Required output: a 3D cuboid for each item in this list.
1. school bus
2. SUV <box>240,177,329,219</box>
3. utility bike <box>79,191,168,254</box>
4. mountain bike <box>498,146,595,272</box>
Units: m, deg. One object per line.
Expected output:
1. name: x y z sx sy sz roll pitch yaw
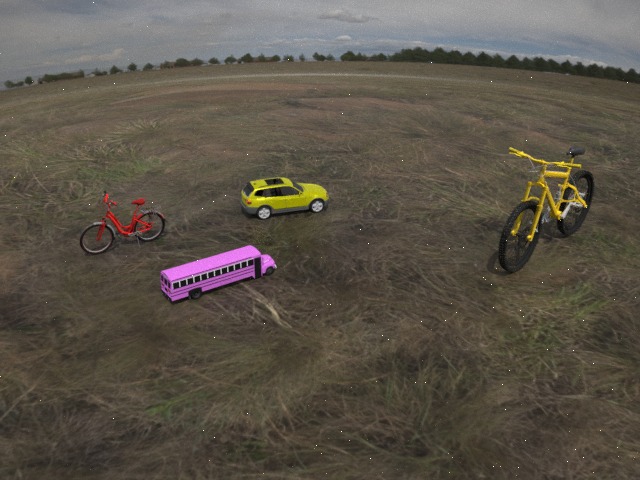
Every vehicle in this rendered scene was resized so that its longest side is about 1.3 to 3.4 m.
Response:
1. school bus: -1.413 0.447 9.999 1.708 0.434 0.365 -17 31 -31
2. SUV: -0.626 -0.800 12.407 1.572 0.580 0.656 -8 27 -16
3. utility bike: -3.044 -0.286 10.926 1.435 0.946 0.535 -16 30 -30
4. mountain bike: 3.558 -0.601 10.724 1.114 1.688 2.857 23 34 39
